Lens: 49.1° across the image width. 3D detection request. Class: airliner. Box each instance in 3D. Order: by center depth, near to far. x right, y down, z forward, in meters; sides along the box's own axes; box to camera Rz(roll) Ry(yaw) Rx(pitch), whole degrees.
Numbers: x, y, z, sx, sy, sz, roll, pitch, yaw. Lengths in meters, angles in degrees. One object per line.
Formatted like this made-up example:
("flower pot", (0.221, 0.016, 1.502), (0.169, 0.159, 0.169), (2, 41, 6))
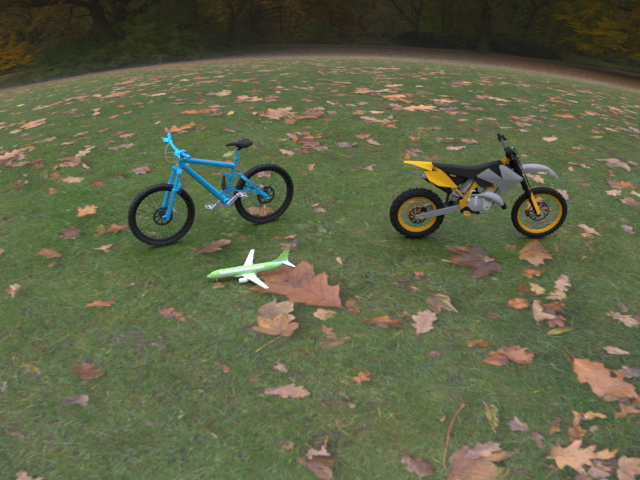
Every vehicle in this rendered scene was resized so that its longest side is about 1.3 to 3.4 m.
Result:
("airliner", (-1.058, 0.361, 10.535), (1.307, 0.429, 1.161), (-8, 30, -13))

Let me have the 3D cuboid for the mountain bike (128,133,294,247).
("mountain bike", (-1.744, -0.856, 11.430), (2.857, 1.688, 1.114), (-14, 32, -23))

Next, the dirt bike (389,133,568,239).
("dirt bike", (2.593, -0.774, 11.306), (2.903, 1.666, 1.024), (0, 29, 0))
